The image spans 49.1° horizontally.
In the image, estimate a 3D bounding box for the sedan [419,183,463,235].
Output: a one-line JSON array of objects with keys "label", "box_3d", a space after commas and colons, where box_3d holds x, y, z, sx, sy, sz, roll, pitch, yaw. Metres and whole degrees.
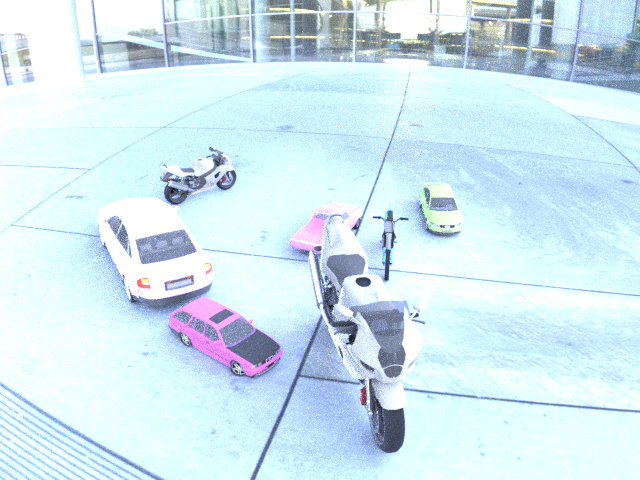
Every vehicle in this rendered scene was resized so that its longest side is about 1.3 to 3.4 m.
[{"label": "sedan", "box_3d": [2.079, -0.603, 12.059, 0.635, 0.483, 1.613, 0, 28, 1]}]

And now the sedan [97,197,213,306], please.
[{"label": "sedan", "box_3d": [-2.563, -0.044, 10.516, 1.235, 0.940, 3.137, -14, 31, -24]}]

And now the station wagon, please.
[{"label": "station wagon", "box_3d": [-1.192, 1.157, 8.745, 1.597, 0.473, 0.682, 21, 35, 35]}]

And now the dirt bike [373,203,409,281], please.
[{"label": "dirt bike", "box_3d": [1.052, -0.037, 10.592, 0.527, 0.857, 1.493, 3, 28, 6]}]

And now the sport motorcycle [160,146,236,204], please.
[{"label": "sport motorcycle", "box_3d": [-2.192, -1.170, 12.770, 1.520, 0.821, 0.506, -20, 34, -33]}]

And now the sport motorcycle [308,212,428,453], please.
[{"label": "sport motorcycle", "box_3d": [0.458, 0.944, 7.948, 0.983, 1.596, 2.955, -5, 28, -10]}]

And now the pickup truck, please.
[{"label": "pickup truck", "box_3d": [0.118, -0.240, 11.344, 0.640, 0.511, 1.603, 13, 31, 23]}]
